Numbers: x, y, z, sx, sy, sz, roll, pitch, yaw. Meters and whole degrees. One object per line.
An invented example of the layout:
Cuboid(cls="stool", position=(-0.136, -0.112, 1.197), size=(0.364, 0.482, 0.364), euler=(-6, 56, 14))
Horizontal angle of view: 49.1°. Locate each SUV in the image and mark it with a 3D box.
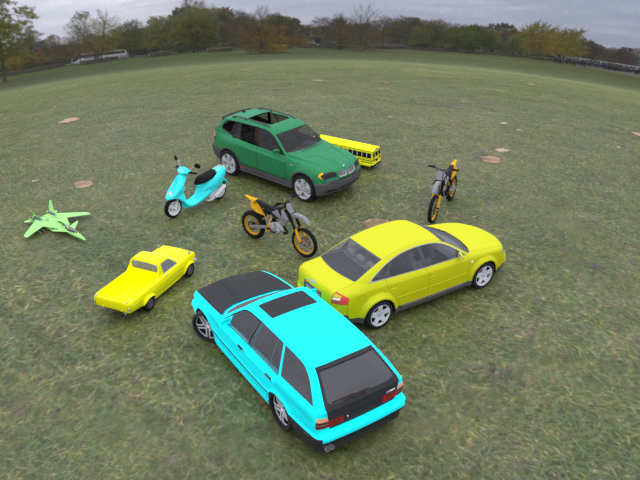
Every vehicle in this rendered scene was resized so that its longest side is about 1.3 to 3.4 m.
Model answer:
Cuboid(cls="SUV", position=(-0.670, -1.677, 13.004), size=(3.058, 1.128, 1.276), euler=(22, 34, 35))

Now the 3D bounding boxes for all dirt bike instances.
Cuboid(cls="dirt bike", position=(2.088, -0.883, 11.774), size=(0.527, 0.857, 1.493), euler=(13, 30, 23))
Cuboid(cls="dirt bike", position=(-0.632, -0.274, 10.607), size=(1.493, 0.857, 0.527), euler=(19, 33, 33))

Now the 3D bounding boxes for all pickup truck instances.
Cuboid(cls="pickup truck", position=(-2.343, 0.480, 9.535), size=(0.640, 0.511, 1.603), euler=(11, 30, 21))

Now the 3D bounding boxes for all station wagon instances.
Cuboid(cls="station wagon", position=(-0.392, 1.069, 7.964), size=(1.327, 0.920, 3.105), euler=(-17, 32, -29))

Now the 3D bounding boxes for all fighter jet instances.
Cuboid(cls="fighter jet", position=(-4.156, -0.280, 11.236), size=(1.358, 0.286, 1.147), euler=(22, 35, 36))

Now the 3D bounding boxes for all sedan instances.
Cuboid(cls="sedan", position=(1.185, 0.265, 9.484), size=(3.137, 0.940, 1.235), euler=(-16, 32, -28))

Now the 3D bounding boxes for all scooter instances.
Cuboid(cls="scooter", position=(-2.101, -0.975, 11.885), size=(0.662, 0.919, 1.399), euler=(22, 35, 36))

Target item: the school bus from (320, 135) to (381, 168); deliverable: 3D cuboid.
Cuboid(cls="school bus", position=(0.384, -1.787, 13.965), size=(1.708, 0.434, 0.365), euler=(16, 32, 28))
